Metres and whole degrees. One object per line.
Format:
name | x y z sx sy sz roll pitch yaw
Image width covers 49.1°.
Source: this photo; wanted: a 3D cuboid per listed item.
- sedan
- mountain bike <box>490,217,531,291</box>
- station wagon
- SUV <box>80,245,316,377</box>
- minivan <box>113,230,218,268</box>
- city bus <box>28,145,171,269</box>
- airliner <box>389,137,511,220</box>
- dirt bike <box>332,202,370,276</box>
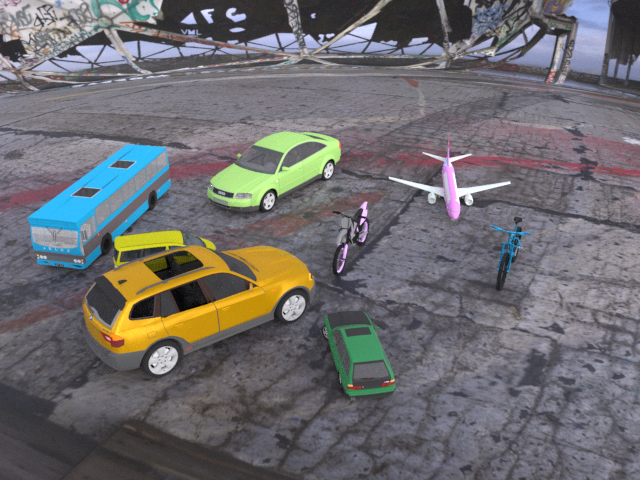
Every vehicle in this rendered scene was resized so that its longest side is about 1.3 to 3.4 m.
sedan | -0.810 -1.422 13.209 1.235 0.940 3.137 19 33 32
mountain bike | 2.816 0.123 10.334 0.573 0.868 1.469 12 30 22
station wagon | 0.450 1.288 8.534 0.682 0.473 1.597 -5 28 -9
SUV | -1.499 0.669 9.010 3.058 1.128 1.276 -19 33 -32
minivan | -2.277 0.215 10.431 1.548 0.616 0.681 -7 28 -13
city bus | -3.545 -0.624 11.734 0.926 0.894 3.255 6 28 11
airliner | 2.400 -1.158 12.818 2.257 0.835 2.541 3 28 5
dirt bike | 0.497 -0.086 10.746 0.527 0.857 1.493 11 30 20
